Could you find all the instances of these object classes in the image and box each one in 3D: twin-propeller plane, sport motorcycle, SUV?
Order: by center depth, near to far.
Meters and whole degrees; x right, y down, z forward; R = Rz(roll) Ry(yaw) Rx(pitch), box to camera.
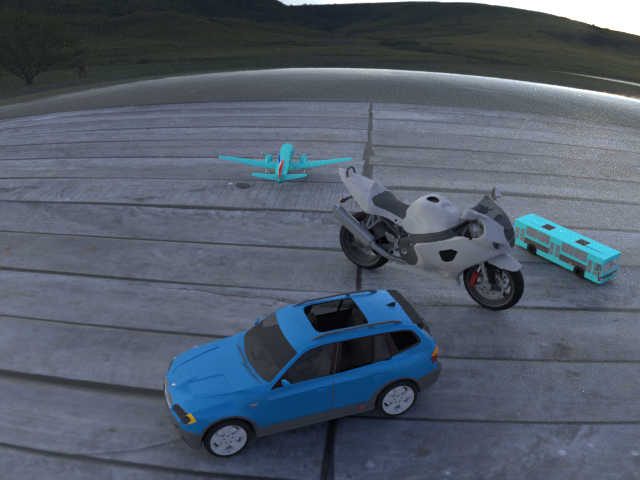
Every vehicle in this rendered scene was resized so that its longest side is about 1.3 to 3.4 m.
[{"bbox_3d":[-0.180,1.333,7.709,3.058,1.128,1.276,-9,29,-17],"label":"SUV"},{"bbox_3d":[1.492,-0.048,9.877,2.955,1.596,0.983,18,32,31],"label":"sport motorcycle"},{"bbox_3d":[-0.709,-1.608,13.781,2.663,0.792,2.129,1,27,2],"label":"twin-propeller plane"}]

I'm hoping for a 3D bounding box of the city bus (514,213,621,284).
[{"bbox_3d":[3.746,0.125,10.781,0.476,0.460,1.674,-18,32,-31],"label":"city bus"}]
